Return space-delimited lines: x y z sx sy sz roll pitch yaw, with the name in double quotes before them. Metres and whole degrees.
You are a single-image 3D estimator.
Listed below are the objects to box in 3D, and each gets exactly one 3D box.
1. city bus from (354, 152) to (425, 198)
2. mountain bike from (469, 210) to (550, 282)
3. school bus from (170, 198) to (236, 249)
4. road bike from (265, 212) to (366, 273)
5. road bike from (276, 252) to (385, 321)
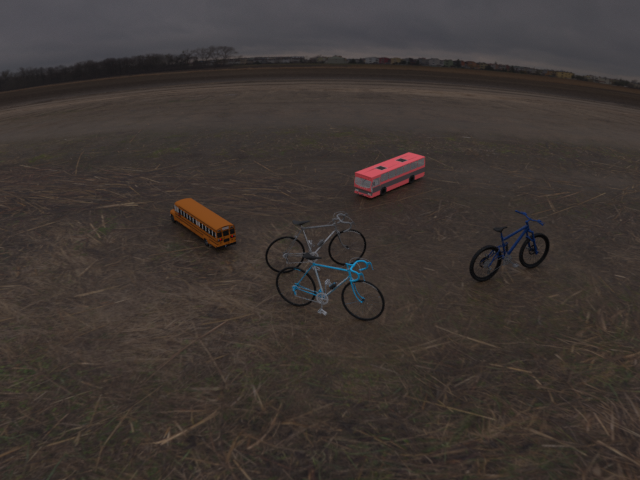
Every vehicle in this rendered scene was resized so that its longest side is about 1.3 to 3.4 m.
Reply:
"city bus" 1.360 -1.243 13.484 0.476 0.460 1.674 22 33 39
"mountain bike" 2.782 0.109 10.150 1.469 0.868 0.573 -12 28 -24
"school bus" -1.971 -0.305 11.532 0.365 0.434 1.708 -18 31 -33
"road bike" -0.049 0.050 10.294 1.545 0.852 0.358 -7 26 -14
"road bike" 0.114 0.588 9.157 1.545 0.852 0.358 10 27 20
